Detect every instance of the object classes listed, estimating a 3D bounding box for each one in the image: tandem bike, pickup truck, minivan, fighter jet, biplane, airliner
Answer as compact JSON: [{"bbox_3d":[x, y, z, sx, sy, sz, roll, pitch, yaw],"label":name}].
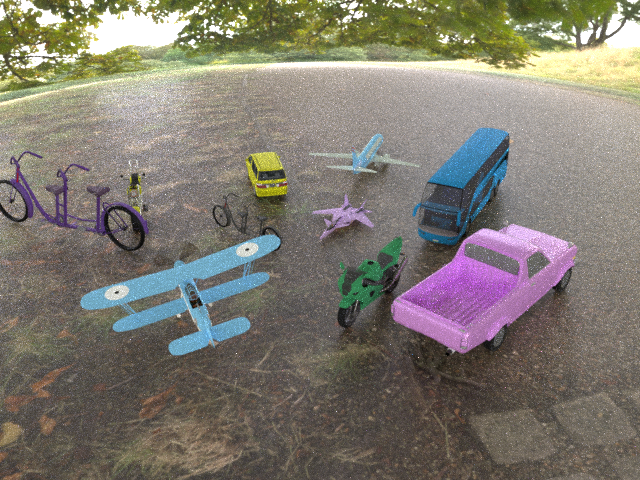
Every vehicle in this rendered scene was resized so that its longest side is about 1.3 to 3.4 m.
[{"bbox_3d":[-1.191,-0.321,11.223,1.642,0.682,0.283,23,36,36],"label":"tandem bike"},{"bbox_3d":[2.300,0.495,9.363,1.244,0.993,3.117,23,36,36],"label":"pickup truck"},{"bbox_3d":[-4.070,-0.644,11.145,3.192,1.326,0.550,12,30,22],"label":"tandem bike"},{"bbox_3d":[-1.020,-1.316,13.158,0.681,0.616,1.548,-6,29,-12],"label":"minivan"},{"bbox_3d":[0.327,-0.367,11.728,1.147,0.286,1.358,14,31,25],"label":"fighter jet"},{"bbox_3d":[-1.632,0.777,8.849,2.598,0.981,2.120,-11,30,-19],"label":"biplane"},{"bbox_3d":[0.943,-1.873,13.969,2.257,0.835,2.541,8,29,15],"label":"airliner"}]

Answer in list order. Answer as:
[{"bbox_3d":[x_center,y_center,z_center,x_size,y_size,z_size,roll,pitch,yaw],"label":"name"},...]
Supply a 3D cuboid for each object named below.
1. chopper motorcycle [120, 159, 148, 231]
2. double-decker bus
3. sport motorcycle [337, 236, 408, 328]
[{"bbox_3d":[-3.175,-0.782,12.003,0.466,0.761,1.563,-6,29,-11],"label":"chopper motorcycle"},{"bbox_3d":[2.523,-0.965,12.036,0.756,1.052,3.251,14,31,24],"label":"double-decker bus"},{"bbox_3d":[0.689,0.558,9.428,0.506,0.821,1.520,18,33,31],"label":"sport motorcycle"}]
